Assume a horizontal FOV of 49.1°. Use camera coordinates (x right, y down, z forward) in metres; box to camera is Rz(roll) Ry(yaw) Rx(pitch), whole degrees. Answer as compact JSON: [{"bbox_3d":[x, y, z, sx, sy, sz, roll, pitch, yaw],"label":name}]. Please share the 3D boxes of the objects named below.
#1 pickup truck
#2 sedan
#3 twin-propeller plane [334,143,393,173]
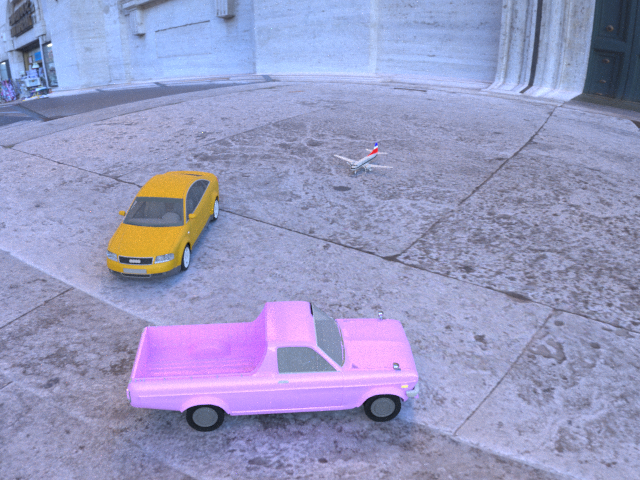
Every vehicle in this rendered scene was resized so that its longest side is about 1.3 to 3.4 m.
[{"bbox_3d":[-0.489,1.287,7.687,3.117,0.993,1.244,-2,26,-4],"label":"pickup truck"},{"bbox_3d":[-2.445,-0.413,11.176,1.235,0.940,3.137,3,26,5],"label":"sedan"},{"bbox_3d":[0.924,-1.670,14.312,1.370,0.407,1.095,16,31,29],"label":"twin-propeller plane"}]
